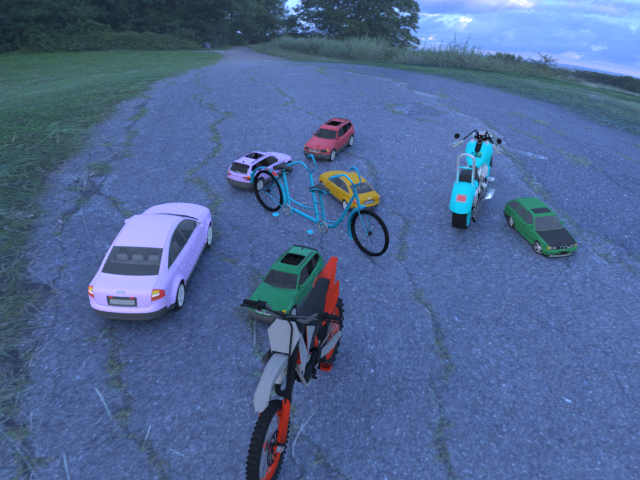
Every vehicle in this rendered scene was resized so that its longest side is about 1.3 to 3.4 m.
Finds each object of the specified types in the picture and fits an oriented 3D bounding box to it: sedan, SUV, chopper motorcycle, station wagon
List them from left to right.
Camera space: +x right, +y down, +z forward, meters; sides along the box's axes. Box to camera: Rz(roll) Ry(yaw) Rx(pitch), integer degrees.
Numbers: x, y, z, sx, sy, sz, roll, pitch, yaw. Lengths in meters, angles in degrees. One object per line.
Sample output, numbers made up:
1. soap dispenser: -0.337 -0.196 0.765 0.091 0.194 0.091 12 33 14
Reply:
1. sedan: -2.417 0.094 10.385 1.235 0.940 3.137 3 28 5
2. SUV: -1.154 -1.441 13.627 0.656 0.580 1.572 16 32 28
3. SUV: -0.456 0.592 9.836 0.656 0.580 1.572 11 30 19
4. SUV: 0.216 -2.185 15.014 0.656 0.580 1.572 13 31 22
5. sedan: 0.515 -0.992 12.891 0.635 0.483 1.613 -13 31 -23
6. chopper motorcycle: 2.770 -1.303 12.417 0.906 1.480 3.040 10 30 18
7. station wagon: 3.630 -0.263 11.544 0.682 0.473 1.597 -6 29 -11

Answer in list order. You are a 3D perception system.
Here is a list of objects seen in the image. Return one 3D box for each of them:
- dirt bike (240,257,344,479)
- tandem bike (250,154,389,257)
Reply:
1. dirt bike: -0.184 1.242 7.476 1.024 1.666 2.903 8 29 15
2. tandem bike: -0.093 -0.738 11.527 3.192 1.326 0.550 25 37 38
